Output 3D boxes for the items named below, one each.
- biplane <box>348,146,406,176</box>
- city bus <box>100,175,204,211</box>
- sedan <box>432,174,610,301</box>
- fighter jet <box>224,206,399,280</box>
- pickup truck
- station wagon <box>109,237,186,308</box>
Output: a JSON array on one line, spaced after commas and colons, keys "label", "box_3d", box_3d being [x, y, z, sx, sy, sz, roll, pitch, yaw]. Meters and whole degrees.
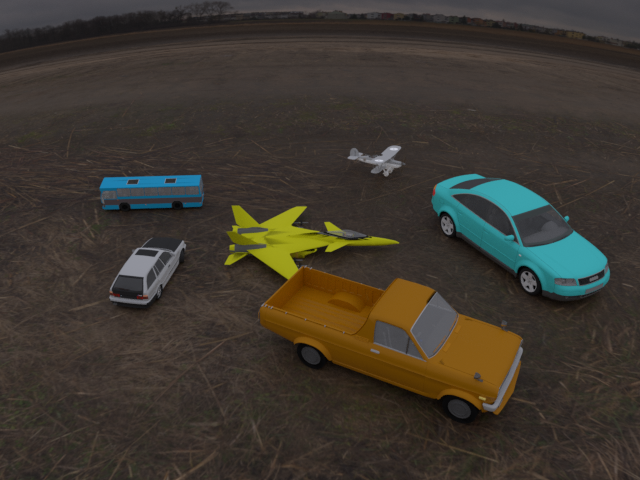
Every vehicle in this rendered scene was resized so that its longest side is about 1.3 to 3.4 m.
[{"label": "biplane", "box_3d": [1.073, -1.490, 13.036, 1.090, 0.504, 1.336, 13, 34, 20]}, {"label": "city bus", "box_3d": [-2.849, -0.796, 11.943, 1.674, 0.460, 0.476, -2, 31, -3]}, {"label": "sedan", "box_3d": [2.942, -0.209, 10.523, 1.235, 0.940, 3.137, -16, 35, -25]}, {"label": "fighter jet", "box_3d": [-0.096, -0.097, 10.708, 2.640, 0.557, 2.229, 0, 31, 0]}, {"label": "pickup truck", "box_3d": [0.822, 1.060, 8.396, 3.117, 0.993, 1.244, 16, 35, 24]}, {"label": "station wagon", "box_3d": [-2.439, 0.360, 10.039, 0.682, 0.473, 1.597, 5, 32, 9]}]
